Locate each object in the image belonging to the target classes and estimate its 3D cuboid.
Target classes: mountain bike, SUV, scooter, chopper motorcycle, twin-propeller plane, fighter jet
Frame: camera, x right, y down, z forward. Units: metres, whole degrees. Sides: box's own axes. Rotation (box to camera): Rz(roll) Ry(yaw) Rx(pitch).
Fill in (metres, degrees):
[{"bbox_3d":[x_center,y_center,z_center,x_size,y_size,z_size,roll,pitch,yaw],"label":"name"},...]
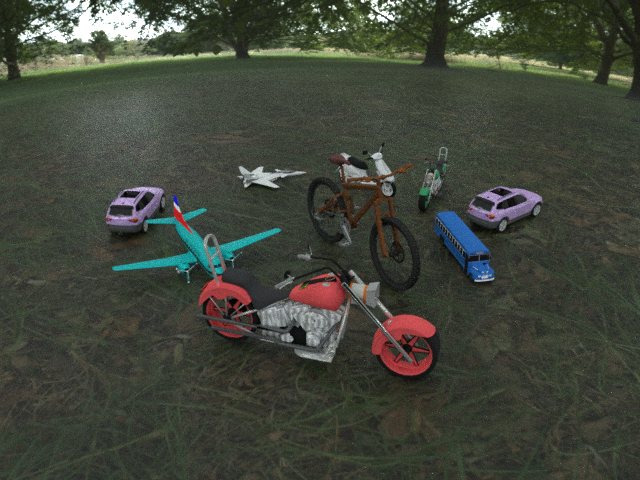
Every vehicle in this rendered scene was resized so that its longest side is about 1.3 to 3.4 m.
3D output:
[{"bbox_3d":[0.580,-0.409,10.520,1.114,1.688,2.857,-16,31,-28],"label":"mountain bike"},{"bbox_3d":[-3.186,-0.612,12.127,0.656,0.580,1.572,3,27,5],"label":"SUV"},{"bbox_3d":[0.872,-1.364,13.221,1.399,0.919,0.662,21,34,35],"label":"scooter"},{"bbox_3d":[-0.060,0.790,8.411,3.040,1.480,0.906,8,28,16],"label":"chopper motorcycle"},{"bbox_3d":[2.095,-1.141,12.959,0.466,0.761,1.563,11,29,20],"label":"chopper motorcycle"},{"bbox_3d":[-1.894,-0.003,10.711,2.663,0.792,2.129,-14,30,-25],"label":"twin-propeller plane"},{"bbox_3d":[-0.912,-1.329,13.846,1.358,0.286,1.147,-9,29,-18],"label":"fighter jet"},{"bbox_3d":[3.231,-0.631,12.164,1.572,0.580,0.656,-21,34,-35],"label":"SUV"}]

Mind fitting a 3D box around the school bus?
[{"bbox_3d":[2.242,0.097,10.907,0.365,0.434,1.708,-5,28,-10],"label":"school bus"}]
